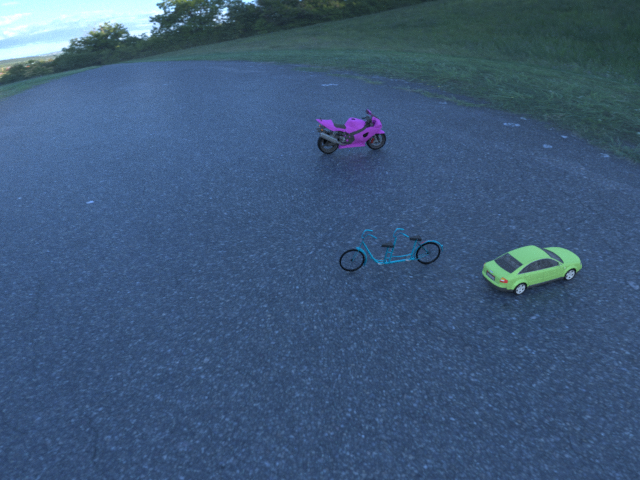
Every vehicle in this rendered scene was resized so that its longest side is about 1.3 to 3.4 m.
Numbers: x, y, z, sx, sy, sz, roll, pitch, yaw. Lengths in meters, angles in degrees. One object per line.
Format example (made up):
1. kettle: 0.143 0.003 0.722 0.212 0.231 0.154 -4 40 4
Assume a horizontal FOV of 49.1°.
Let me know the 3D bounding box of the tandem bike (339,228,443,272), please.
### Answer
1. tandem bike: 1.099 0.134 10.661 1.642 0.682 0.283 -5 30 -9

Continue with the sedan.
1. sedan: 3.194 0.365 10.458 1.613 0.483 0.635 -13 32 -21

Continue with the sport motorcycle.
1. sport motorcycle: 0.659 -2.235 14.640 1.520 0.821 0.506 -6 30 -10
